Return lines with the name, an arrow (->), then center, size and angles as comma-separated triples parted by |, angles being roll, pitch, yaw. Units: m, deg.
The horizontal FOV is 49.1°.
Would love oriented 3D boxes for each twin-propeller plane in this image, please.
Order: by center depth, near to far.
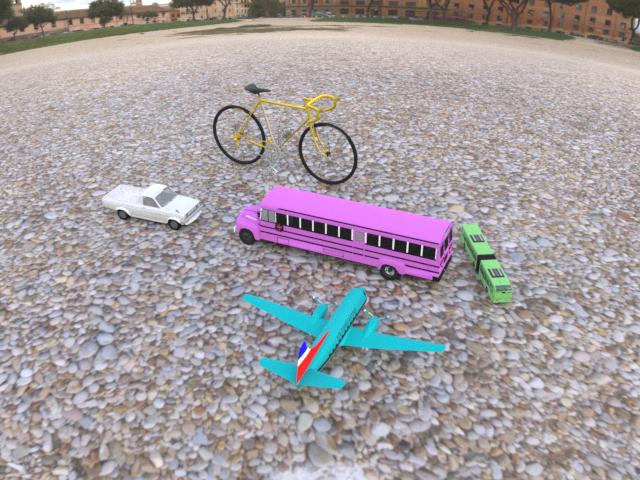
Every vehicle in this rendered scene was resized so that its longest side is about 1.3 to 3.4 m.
twin-propeller plane -> 0.162, 1.037, 8.426 | 2.663, 0.792, 2.129 | 13, 33, 20

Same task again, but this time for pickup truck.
pickup truck -> -2.749, -0.619, 11.443 | 1.603, 0.511, 0.640 | 11, 33, 18

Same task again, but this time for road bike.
road bike -> -0.688, -1.939, 12.522 | 3.004, 1.656, 0.697 | 15, 34, 23

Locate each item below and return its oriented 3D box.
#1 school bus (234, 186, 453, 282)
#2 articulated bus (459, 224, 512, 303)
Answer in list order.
school bus -> 0.261, -0.142, 10.329 | 3.322, 0.844, 0.709 | 13, 34, 21
articulated bus -> 2.379, 0.304, 10.128 | 0.311, 0.289, 1.749 | -3, 31, -4
